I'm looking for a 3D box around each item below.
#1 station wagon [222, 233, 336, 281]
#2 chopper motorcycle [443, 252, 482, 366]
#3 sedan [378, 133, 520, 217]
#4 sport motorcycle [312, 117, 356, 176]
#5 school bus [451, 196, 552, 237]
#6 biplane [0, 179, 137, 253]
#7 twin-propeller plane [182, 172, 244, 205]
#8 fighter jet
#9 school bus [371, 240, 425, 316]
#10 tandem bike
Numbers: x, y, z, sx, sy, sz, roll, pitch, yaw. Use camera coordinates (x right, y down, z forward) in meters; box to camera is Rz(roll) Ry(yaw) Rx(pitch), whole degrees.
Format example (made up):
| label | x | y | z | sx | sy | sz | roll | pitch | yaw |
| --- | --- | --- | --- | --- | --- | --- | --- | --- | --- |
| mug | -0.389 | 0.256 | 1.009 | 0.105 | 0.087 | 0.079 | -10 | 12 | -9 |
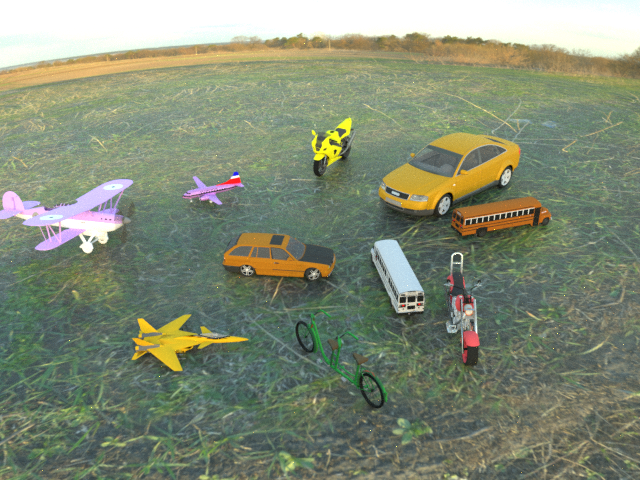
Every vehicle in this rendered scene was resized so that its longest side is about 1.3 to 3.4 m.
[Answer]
| label | x | y | z | sx | sy | sz | roll | pitch | yaw |
| --- | --- | --- | --- | --- | --- | --- | --- | --- | --- |
| station wagon | -0.572 | 0.204 | 10.021 | 1.597 | 0.473 | 0.682 | 3 | 28 | 7 |
| chopper motorcycle | 1.744 | 0.820 | 8.531 | 0.466 | 0.761 | 1.563 | 1 | 28 | 1 |
| sedan | 2.336 | -1.288 | 12.375 | 3.137 | 0.940 | 1.235 | -24 | 36 | -38 |
| sport motorcycle | 0.247 | -1.804 | 13.492 | 0.506 | 0.821 | 1.520 | 13 | 30 | 24 |
| school bus | 2.936 | -0.384 | 11.191 | 1.708 | 0.434 | 0.365 | -10 | 29 | -18 |
| biplane | -3.815 | -0.375 | 10.582 | 2.120 | 0.981 | 2.598 | 6 | 28 | 11 |
| twin-propeller plane | -1.891 | -0.923 | 12.251 | 1.095 | 0.407 | 1.370 | -14 | 31 | -24 |
| fighter jet | -1.541 | 1.152 | 8.408 | 1.358 | 0.286 | 1.147 | -2 | 28 | -4 |
| school bus | 1.027 | 0.448 | 9.597 | 0.365 | 0.434 | 1.708 | -4 | 28 | -8 |
| tandem bike | 0.198 | 1.257 | 7.779 | 0.283 | 0.682 | 1.642 | -19 | 33 | -32 |
